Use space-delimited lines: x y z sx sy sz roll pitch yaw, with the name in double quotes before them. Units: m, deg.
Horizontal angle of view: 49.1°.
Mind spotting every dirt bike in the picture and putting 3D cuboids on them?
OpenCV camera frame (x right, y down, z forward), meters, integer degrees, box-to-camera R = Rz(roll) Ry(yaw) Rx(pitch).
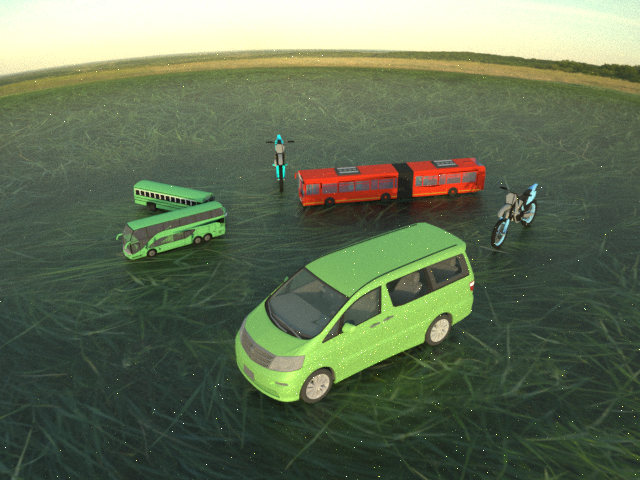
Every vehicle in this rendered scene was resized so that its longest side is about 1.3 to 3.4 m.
"dirt bike" 3.104 -0.441 11.040 0.527 0.857 1.493 21 34 35
"dirt bike" -0.741 -1.505 13.135 0.527 0.857 1.493 -2 27 -4

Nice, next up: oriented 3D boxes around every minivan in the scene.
"minivan" 0.443 0.771 8.276 3.011 1.197 1.324 -18 32 -31

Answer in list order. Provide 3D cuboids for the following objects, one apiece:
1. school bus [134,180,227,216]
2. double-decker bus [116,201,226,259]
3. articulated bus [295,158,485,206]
"school bus" -2.381 -0.662 11.942 1.708 0.434 0.365 12 29 22
"double-decker bus" -2.268 -0.149 10.814 1.672 0.541 0.389 -17 32 -30
"articulated bus" 1.276 -1.054 12.574 3.401 0.561 0.605 -5 27 -10
